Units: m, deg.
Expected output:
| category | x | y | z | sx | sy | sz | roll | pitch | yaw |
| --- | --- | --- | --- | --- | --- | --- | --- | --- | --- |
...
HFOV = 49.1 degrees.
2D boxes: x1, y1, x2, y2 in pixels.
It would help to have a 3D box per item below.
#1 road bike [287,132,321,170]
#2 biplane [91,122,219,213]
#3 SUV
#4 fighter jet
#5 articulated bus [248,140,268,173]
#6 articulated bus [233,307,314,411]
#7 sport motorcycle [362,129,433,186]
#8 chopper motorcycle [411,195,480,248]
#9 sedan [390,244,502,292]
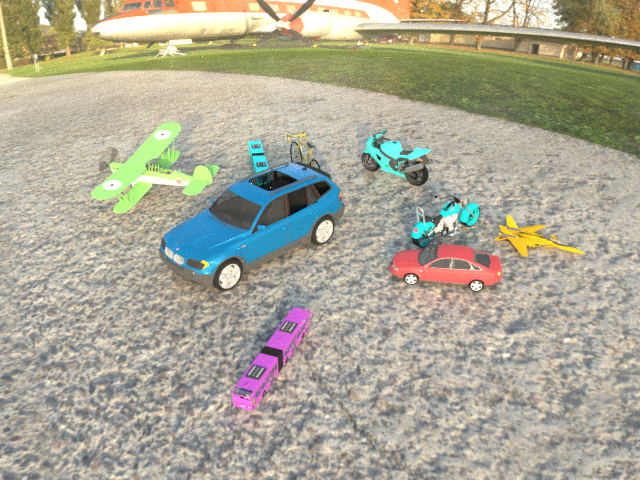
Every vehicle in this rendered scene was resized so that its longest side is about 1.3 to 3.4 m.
| category | x | y | z | sx | sy | sz | roll | pitch | yaw |
| --- | --- | --- | --- | --- | --- | --- | --- | --- | --- |
| road bike | -0.268 | -1.501 | 13.057 | 0.358 | 0.852 | 1.545 | -12 | 32 | -20 |
| biplane | -2.859 | -1.136 | 12.280 | 2.120 | 0.981 | 2.598 | 9 | 31 | 16 |
| SUV | -0.980 | -0.317 | 10.679 | 3.058 | 1.128 | 1.276 | -26 | 38 | -38 |
| fighter jet | 3.506 | -0.036 | 11.037 | 1.358 | 0.286 | 1.147 | 16 | 33 | 26 |
| articulated bus | -1.190 | -1.513 | 13.650 | 0.311 | 0.289 | 1.749 | -5 | 30 | -9 |
| articulated bus | -0.545 | 1.398 | 8.495 | 0.311 | 0.289 | 1.749 | 11 | 31 | 19 |
| sport motorcycle | 1.411 | -1.537 | 13.152 | 1.520 | 0.821 | 0.506 | 22 | 36 | 34 |
| chopper motorcycle | 2.039 | -0.384 | 11.172 | 1.563 | 0.761 | 0.466 | -23 | 37 | -34 |
| sedan | 1.825 | 0.347 | 10.158 | 1.613 | 0.483 | 0.635 | 5 | 30 | 9 |
